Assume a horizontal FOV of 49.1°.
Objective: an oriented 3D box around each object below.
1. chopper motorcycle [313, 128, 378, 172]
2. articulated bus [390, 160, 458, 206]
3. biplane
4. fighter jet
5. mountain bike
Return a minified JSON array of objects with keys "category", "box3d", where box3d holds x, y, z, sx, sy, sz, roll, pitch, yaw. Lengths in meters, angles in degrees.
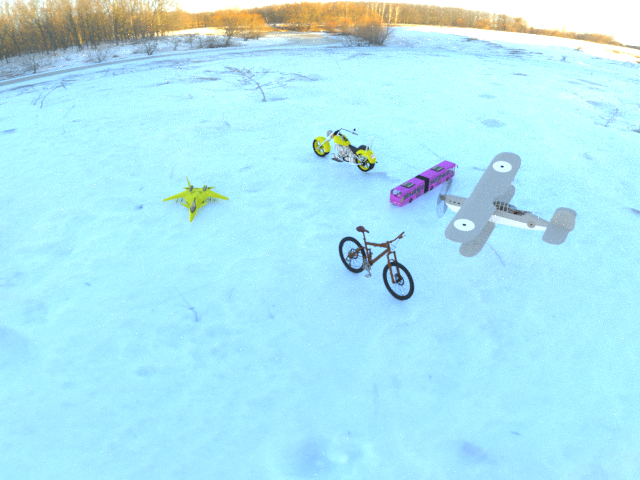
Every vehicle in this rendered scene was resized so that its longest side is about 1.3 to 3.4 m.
[{"category":"chopper motorcycle","box3d":[0.454,-1.813,13.469,1.563,0.761,0.466,26,39,37]},{"category":"articulated bus","box3d":[1.874,-1.032,12.590,0.311,0.289,1.749,24,38,35]},{"category":"biplane","box3d":[2.819,-0.389,10.784,2.120,0.981,2.598,16,34,26]},{"category":"fighter jet","box3d":[-2.152,-0.702,12.021,1.147,0.286,1.358,-1,30,-2]},{"category":"mountain bike","box3d":[0.767,0.256,9.782,0.573,0.868,1.469,-23,37,-35]}]
